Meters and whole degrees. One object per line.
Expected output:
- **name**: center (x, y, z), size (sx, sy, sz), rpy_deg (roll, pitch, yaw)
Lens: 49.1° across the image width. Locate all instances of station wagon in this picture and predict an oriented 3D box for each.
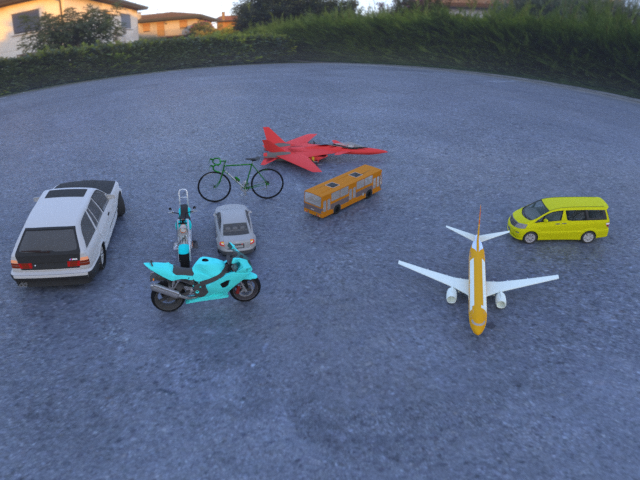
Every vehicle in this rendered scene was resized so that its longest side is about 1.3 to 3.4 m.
- **station wagon**: center (-3.908, -0.354, 11.040), size (1.327, 0.920, 3.105), rpy_deg (-3, 28, -5)

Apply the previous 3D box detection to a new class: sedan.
- **sedan**: center (-1.395, -0.256, 11.323), size (0.635, 0.483, 1.613), rpy_deg (-5, 28, -9)

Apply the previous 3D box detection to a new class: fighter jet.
- **fighter jet**: center (0.102, -1.960, 14.475), size (2.640, 0.557, 2.229), rpy_deg (-1, 28, -2)

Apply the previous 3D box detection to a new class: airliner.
- **airliner**: center (2.205, 0.388, 9.725), size (2.257, 0.835, 2.541), rpy_deg (5, 28, 9)

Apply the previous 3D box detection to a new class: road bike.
- **road bike**: center (-1.420, -1.096, 12.520), size (1.545, 0.852, 0.358), rpy_deg (-4, 28, -8)

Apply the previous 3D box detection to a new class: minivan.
- **minivan**: center (3.855, -0.344, 11.348), size (1.548, 0.616, 0.681), rpy_deg (0, 28, -1)

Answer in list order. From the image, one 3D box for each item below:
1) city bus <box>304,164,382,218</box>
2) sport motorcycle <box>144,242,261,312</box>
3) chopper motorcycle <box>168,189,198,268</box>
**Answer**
- **city bus**: center (0.434, -0.865, 12.503), size (0.476, 0.460, 1.674), rpy_deg (23, 36, 37)
- **sport motorcycle**: center (-1.560, 0.540, 9.451), size (1.520, 0.821, 0.506), rpy_deg (-6, 28, -12)
- **chopper motorcycle**: center (-2.110, -0.170, 10.862), size (0.466, 0.761, 1.563), rpy_deg (-4, 28, -8)
